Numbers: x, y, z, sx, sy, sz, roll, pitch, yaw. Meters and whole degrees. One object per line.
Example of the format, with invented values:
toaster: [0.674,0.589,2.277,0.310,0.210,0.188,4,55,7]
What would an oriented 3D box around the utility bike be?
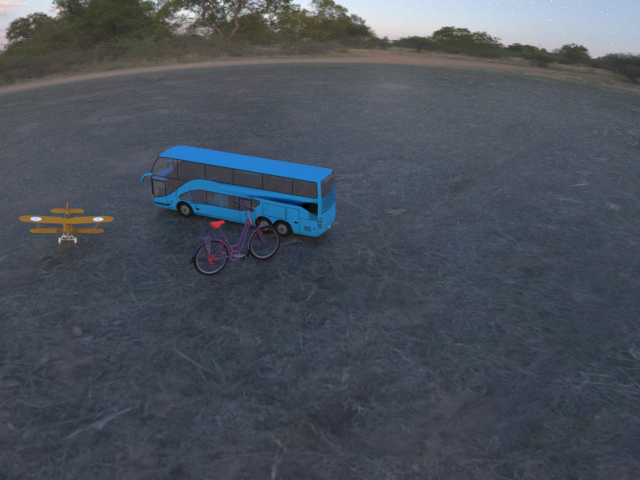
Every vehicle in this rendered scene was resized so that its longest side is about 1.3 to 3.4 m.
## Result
utility bike: [-1.222,-0.050,9.959,1.435,0.946,0.535,-16,31,-28]

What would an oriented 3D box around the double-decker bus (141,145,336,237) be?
double-decker bus: [-1.328,-0.821,11.342,3.251,1.052,0.756,11,29,21]

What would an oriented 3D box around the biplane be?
biplane: [-3.896,-0.269,10.867,1.336,0.504,1.090,-9,28,-16]
